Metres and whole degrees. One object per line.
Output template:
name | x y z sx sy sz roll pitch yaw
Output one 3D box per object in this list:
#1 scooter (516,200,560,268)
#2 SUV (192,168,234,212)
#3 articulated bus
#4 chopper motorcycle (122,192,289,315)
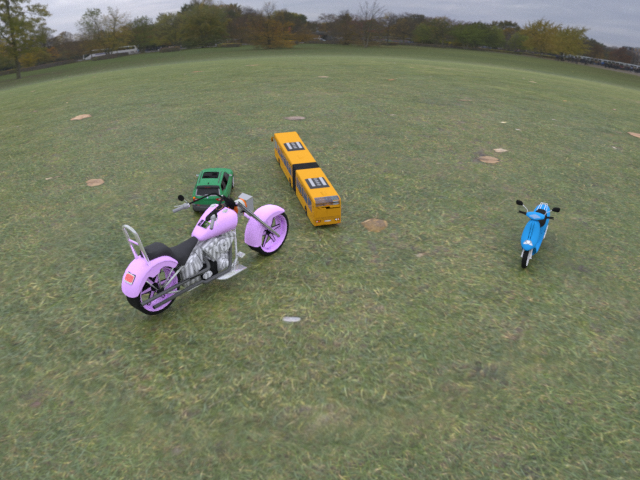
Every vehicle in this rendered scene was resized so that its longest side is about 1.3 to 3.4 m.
scooter | 3.374 -0.216 10.948 0.662 0.919 1.399 13 32 23
SUV | -1.941 -1.003 12.730 0.656 0.580 1.572 0 29 -1
articulated bus | -0.298 -1.231 13.165 0.605 0.561 3.401 -7 30 -13
chopper motorcycle | -1.543 -0.036 10.039 0.906 1.480 3.040 22 35 34
